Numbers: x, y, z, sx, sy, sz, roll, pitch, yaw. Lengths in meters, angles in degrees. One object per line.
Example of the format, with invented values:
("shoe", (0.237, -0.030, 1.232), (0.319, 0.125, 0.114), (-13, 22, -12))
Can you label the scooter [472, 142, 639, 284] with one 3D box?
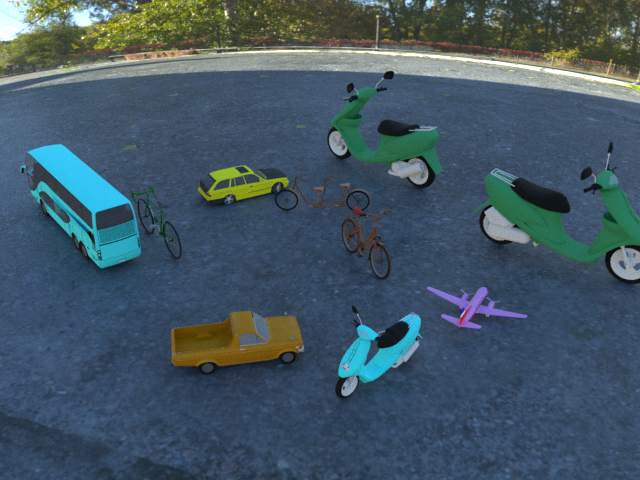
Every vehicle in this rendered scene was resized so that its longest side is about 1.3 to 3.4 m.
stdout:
("scooter", (3.537, -0.469, 10.105), (2.721, 1.786, 1.288), (19, 35, 30))

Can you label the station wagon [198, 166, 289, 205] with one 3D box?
("station wagon", (-1.343, -1.046, 12.458), (1.597, 0.473, 0.682), (-15, 33, -25))

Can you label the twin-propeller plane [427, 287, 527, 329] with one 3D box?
("twin-propeller plane", (2.017, 0.834, 9.201), (1.370, 0.407, 1.095), (16, 33, 26))

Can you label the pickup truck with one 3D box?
("pickup truck", (-1.002, 1.189, 8.469), (1.603, 0.511, 0.640), (-6, 30, -10))

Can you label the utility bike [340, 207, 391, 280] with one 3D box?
("utility bike", (0.702, -0.082, 10.274), (0.535, 0.946, 1.435), (-14, 32, -23))

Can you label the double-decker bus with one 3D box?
("double-decker bus", (-3.869, -0.641, 11.154), (0.756, 1.052, 3.251), (-21, 35, -32))

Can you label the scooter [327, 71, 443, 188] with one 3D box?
("scooter", (1.142, -2.064, 12.925), (2.721, 1.786, 1.288), (26, 38, 37))

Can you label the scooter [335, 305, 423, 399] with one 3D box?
("scooter", (0.698, 1.200, 8.035), (1.399, 0.919, 0.662), (-24, 37, -36))

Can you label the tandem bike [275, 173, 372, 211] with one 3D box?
("tandem bike", (0.056, -0.786, 11.787), (1.642, 0.682, 0.283), (1, 30, 1))

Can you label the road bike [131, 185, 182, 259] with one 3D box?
("road bike", (-2.493, -0.294, 10.744), (0.358, 0.852, 1.545), (-20, 35, -31))
